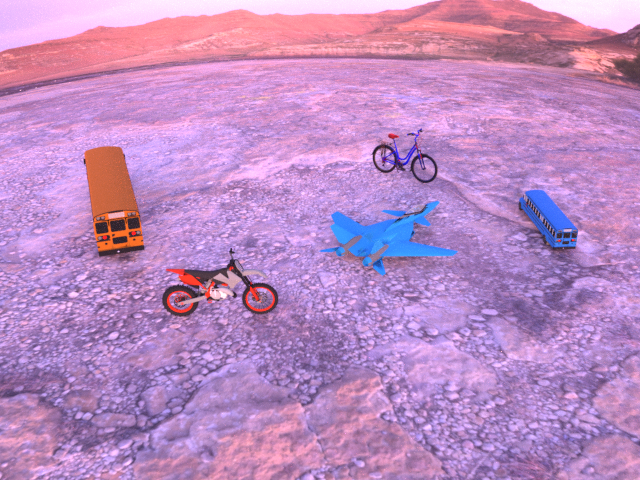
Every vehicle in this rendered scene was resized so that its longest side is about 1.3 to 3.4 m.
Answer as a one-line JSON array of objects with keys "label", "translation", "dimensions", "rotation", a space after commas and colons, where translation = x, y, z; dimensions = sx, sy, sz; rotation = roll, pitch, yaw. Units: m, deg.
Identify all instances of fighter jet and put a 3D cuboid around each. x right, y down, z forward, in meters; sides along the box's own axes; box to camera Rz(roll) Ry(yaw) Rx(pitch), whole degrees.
[{"label": "fighter jet", "translation": [1.235, -0.317, 10.970], "dimensions": [2.229, 0.557, 2.640], "rotation": [20, 34, 33]}]

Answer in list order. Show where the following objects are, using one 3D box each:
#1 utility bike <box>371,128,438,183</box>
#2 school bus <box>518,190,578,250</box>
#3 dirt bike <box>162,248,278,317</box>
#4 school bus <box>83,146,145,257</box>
[{"label": "utility bike", "translation": [1.580, -1.628, 13.007], "dimensions": [1.435, 0.946, 0.535], "rotation": [19, 33, 31]}, {"label": "school bus", "translation": [3.614, -0.377, 11.211], "dimensions": [0.365, 0.434, 1.708], "rotation": [-2, 28, -4]}, {"label": "dirt bike", "translation": [-1.284, 0.597, 8.944], "dimensions": [1.493, 0.857, 0.527], "rotation": [-1, 28, -2]}, {"label": "school bus", "translation": [-3.438, -0.770, 11.511], "dimensions": [0.709, 0.844, 3.322], "rotation": [-9, 30, -17]}]
